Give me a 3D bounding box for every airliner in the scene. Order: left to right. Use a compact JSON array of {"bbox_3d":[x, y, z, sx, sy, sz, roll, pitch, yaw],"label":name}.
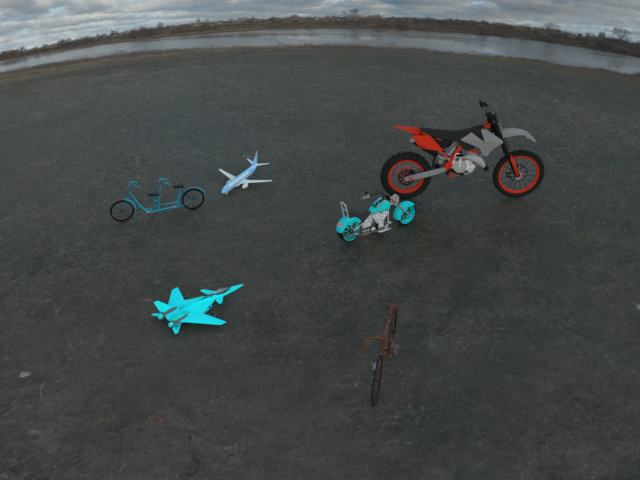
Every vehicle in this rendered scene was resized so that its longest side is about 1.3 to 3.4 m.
[{"bbox_3d":[-1.475,-1.245,13.038,1.161,0.429,1.307,14,33,23],"label":"airliner"}]

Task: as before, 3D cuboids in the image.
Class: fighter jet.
[{"bbox_3d":[-1.590,0.797,9.615,1.358,0.286,1.147,-26,38,-37],"label":"fighter jet"}]

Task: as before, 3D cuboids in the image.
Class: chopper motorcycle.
[{"bbox_3d":[0.933,-0.444,11.305,1.563,0.761,0.466,-18,35,-29],"label":"chopper motorcycle"}]

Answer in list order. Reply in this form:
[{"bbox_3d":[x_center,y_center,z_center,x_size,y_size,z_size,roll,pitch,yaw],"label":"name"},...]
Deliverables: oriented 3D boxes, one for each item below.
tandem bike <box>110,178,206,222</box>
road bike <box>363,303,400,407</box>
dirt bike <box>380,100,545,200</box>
[{"bbox_3d":[-2.740,-0.721,11.870,1.642,0.682,0.283,-12,32,-19],"label":"tandem bike"},{"bbox_3d":[0.772,1.253,8.251,0.358,0.852,1.545,8,31,13],"label":"road bike"},{"bbox_3d":[2.516,-1.482,12.207,2.903,1.666,1.024,-1,30,-1],"label":"dirt bike"}]
